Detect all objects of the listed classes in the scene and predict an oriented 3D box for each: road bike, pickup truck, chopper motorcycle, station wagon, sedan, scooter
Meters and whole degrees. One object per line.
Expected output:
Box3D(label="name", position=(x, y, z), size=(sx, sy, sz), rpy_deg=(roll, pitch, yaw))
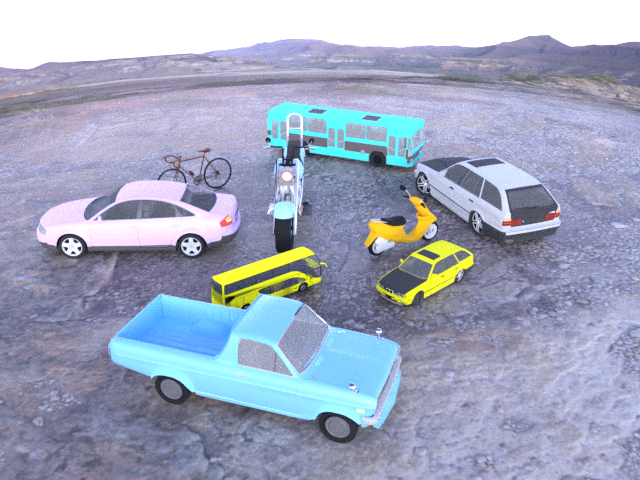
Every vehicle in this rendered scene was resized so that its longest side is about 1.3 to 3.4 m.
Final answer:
Box3D(label="road bike", position=(-2.289, -1.236, 12.772), size=(1.545, 0.852, 0.358), rpy_deg=(-18, 31, -33))
Box3D(label="pickup truck", position=(-0.694, 1.192, 7.609), size=(3.117, 0.993, 1.244), rpy_deg=(9, 27, 17))
Box3D(label="chopper motorcycle", position=(-0.504, -1.013, 11.593), size=(0.906, 1.480, 3.040), rpy_deg=(1, 26, 2))
Box3D(label="station wagon", position=(1.483, 0.418, 9.797), size=(1.597, 0.473, 0.682), rpy_deg=(-23, 34, -39))
Box3D(label="station wagon", position=(2.773, -0.934, 12.070), size=(1.327, 0.920, 3.105), rpy_deg=(-9, 27, -19))
Box3D(label="sedan", position=(-2.821, -0.387, 10.922), size=(3.137, 0.940, 1.235), rpy_deg=(0, 26, -1))
Box3D(label="scooter", position=(1.285, -0.290, 10.747), size=(1.399, 0.919, 0.662), rpy_deg=(-15, 30, -28))

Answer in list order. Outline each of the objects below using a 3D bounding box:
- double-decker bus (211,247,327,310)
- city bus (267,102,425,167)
Box3D(label="double-decker bus", position=(-0.679, 0.538, 9.473), size=(1.672, 0.541, 0.389), rpy_deg=(-19, 32, -33))
Box3D(label="city bus", position=(0.512, -2.195, 14.695), size=(3.255, 0.894, 0.926), rpy_deg=(11, 28, 22))
